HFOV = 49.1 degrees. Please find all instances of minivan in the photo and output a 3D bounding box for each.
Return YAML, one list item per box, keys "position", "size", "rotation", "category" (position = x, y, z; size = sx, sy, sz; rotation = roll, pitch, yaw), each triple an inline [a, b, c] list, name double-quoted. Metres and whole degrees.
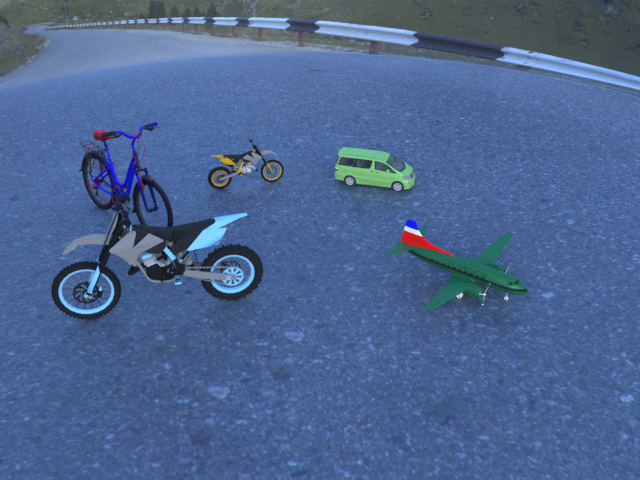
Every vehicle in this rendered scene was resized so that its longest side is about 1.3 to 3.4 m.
- position: [1.072, -1.386, 13.564]
  size: [1.548, 0.616, 0.681]
  rotation: [8, 31, 14]
  category: "minivan"

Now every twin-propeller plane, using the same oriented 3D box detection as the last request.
- position: [2.109, 0.306, 10.423]
  size: [2.129, 0.792, 2.663]
  rotation: [21, 36, 32]
  category: "twin-propeller plane"

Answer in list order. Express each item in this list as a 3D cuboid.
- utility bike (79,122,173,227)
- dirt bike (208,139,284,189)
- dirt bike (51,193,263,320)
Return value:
- position: [-3.324, -1.176, 11.963]
  size: [2.791, 1.839, 1.039]
  rotation: [25, 38, 36]
  category: "utility bike"
- position: [-1.422, -1.435, 13.406]
  size: [1.493, 0.857, 0.527]
  rotation: [-9, 31, -15]
  category: "dirt bike"
- position: [-2.227, 0.266, 9.611]
  size: [2.903, 1.666, 1.024]
  rotation: [-7, 30, -12]
  category: "dirt bike"
